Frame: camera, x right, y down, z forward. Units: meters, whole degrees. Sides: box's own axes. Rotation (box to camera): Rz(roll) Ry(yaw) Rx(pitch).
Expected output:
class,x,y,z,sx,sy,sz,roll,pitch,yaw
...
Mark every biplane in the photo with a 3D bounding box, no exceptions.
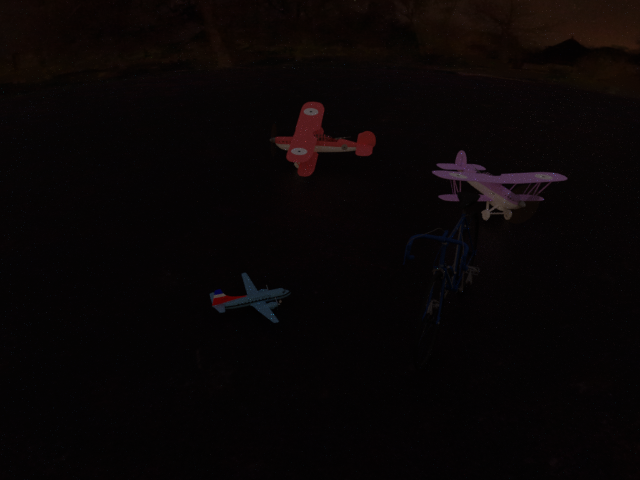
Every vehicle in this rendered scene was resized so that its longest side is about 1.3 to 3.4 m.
class,x,y,z,sx,sy,sz,roll,pitch,yaw
biplane,0.040,-1.902,13.914,2.120,0.981,2.598,3,27,6
biplane,2.912,-0.958,12.039,2.598,0.981,2.120,-10,28,-19

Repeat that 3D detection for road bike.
class,x,y,z,sx,sy,sz,roll,pitch,yaw
road bike,1.640,0.335,8.719,0.697,1.656,3.004,11,29,21

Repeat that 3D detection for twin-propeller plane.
class,x,y,z,sx,sy,sz,roll,pitch,yaw
twin-propeller plane,-0.899,0.743,9.298,1.095,0.407,1.370,-11,29,-21
